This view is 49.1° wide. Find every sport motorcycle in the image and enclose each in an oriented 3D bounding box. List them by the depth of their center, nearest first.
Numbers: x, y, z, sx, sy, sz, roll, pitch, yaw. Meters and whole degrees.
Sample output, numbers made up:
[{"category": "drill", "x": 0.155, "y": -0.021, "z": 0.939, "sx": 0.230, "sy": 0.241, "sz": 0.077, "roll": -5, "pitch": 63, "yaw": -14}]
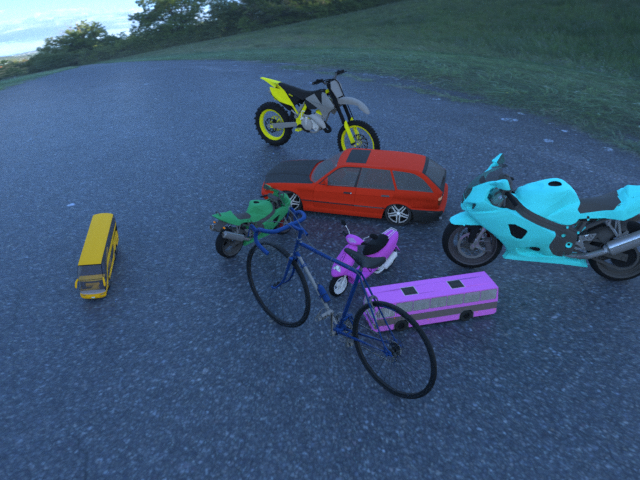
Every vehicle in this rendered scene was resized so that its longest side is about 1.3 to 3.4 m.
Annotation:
[{"category": "sport motorcycle", "x": 3.204, "y": -0.231, "z": 9.633, "sx": 2.955, "sy": 1.596, "sz": 0.983, "roll": 4, "pitch": 29, "yaw": 8}, {"category": "sport motorcycle", "x": -0.969, "y": -0.286, "z": 10.526, "sx": 1.520, "sy": 0.821, "sz": 0.506, "roll": -24, "pitch": 37, "yaw": -36}]

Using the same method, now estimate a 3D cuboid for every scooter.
[{"category": "scooter", "x": 0.627, "y": 0.168, "z": 9.614, "sx": 1.399, "sy": 0.919, "sz": 0.662, "roll": -26, "pitch": 38, "yaw": -38}]

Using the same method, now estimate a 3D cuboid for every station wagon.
[{"category": "station wagon", "x": 0.568, "y": -0.992, "z": 11.688, "sx": 3.105, "sy": 0.920, "sz": 1.327, "roll": 6, "pitch": 30, "yaw": 11}]

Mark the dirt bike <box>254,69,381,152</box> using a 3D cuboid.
[{"category": "dirt bike", "x": -0.099, "y": -2.401, "z": 13.445, "sx": 2.903, "sy": 1.666, "sz": 1.024, "roll": 18, "pitch": 34, "yaw": 29}]

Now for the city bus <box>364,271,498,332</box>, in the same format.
[{"category": "city bus", "x": 1.415, "y": 0.800, "z": 8.953, "sx": 1.674, "sy": 0.460, "sz": 0.476, "roll": -7, "pitch": 30, "yaw": -12}]

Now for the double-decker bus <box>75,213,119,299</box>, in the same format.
[{"category": "double-decker bus", "x": -3.132, "y": 0.218, "z": 9.911, "sx": 0.389, "sy": 0.541, "sz": 1.672, "roll": -4, "pitch": 29, "yaw": -7}]

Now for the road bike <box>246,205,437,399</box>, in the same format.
[{"category": "road bike", "x": 0.127, "y": 0.656, "z": 7.986, "sx": 3.004, "sy": 1.656, "sz": 0.697, "roll": 26, "pitch": 38, "yaw": 38}]
